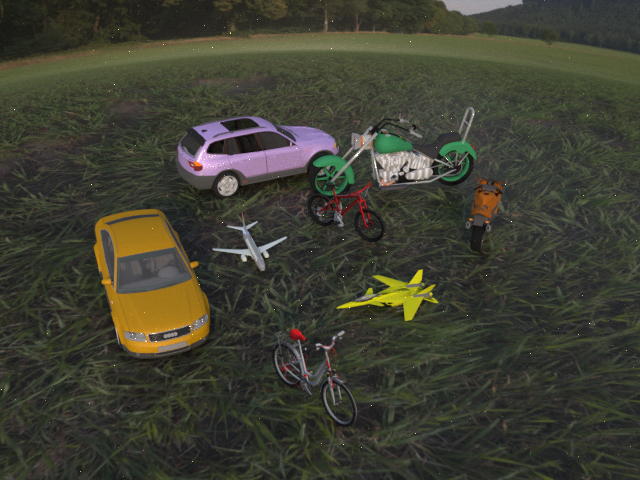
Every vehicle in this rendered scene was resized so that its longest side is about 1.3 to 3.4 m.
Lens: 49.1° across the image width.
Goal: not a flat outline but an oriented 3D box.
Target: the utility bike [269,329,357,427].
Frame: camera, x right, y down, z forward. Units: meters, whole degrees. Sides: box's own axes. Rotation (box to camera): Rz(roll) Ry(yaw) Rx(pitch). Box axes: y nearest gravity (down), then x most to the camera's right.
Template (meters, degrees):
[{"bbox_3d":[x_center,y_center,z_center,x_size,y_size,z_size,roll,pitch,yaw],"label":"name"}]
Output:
[{"bbox_3d":[-0.061,1.363,7.607,0.535,0.946,1.435,-23,37,-36],"label":"utility bike"}]

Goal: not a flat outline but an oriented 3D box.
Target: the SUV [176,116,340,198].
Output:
[{"bbox_3d":[-1.120,-1.685,12.931,3.058,1.128,1.276,-15,32,-24],"label":"SUV"}]

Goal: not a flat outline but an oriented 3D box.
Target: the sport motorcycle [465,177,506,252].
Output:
[{"bbox_3d":[2.574,-0.436,10.990,0.506,0.821,1.520,10,30,17],"label":"sport motorcycle"}]

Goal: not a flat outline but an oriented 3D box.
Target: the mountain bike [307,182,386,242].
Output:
[{"bbox_3d":[0.401,-0.488,11.036,1.469,0.868,0.573,19,34,31],"label":"mountain bike"}]

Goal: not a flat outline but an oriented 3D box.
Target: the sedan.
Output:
[{"bbox_3d":[-2.314,0.390,9.374,1.235,0.940,3.137,-11,31,-19],"label":"sedan"}]

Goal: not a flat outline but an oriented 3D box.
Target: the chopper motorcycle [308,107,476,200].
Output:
[{"bbox_3d":[1.304,-1.518,12.266,3.040,1.480,0.906,-6,29,-10],"label":"chopper motorcycle"}]

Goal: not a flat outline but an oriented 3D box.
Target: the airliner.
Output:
[{"bbox_3d":[-1.020,0.032,10.547,1.161,0.429,1.307,-9,30,-17],"label":"airliner"}]

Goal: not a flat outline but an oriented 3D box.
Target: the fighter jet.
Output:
[{"bbox_3d":[0.865,0.726,9.440,1.358,0.286,1.147,-9,30,-16],"label":"fighter jet"}]
